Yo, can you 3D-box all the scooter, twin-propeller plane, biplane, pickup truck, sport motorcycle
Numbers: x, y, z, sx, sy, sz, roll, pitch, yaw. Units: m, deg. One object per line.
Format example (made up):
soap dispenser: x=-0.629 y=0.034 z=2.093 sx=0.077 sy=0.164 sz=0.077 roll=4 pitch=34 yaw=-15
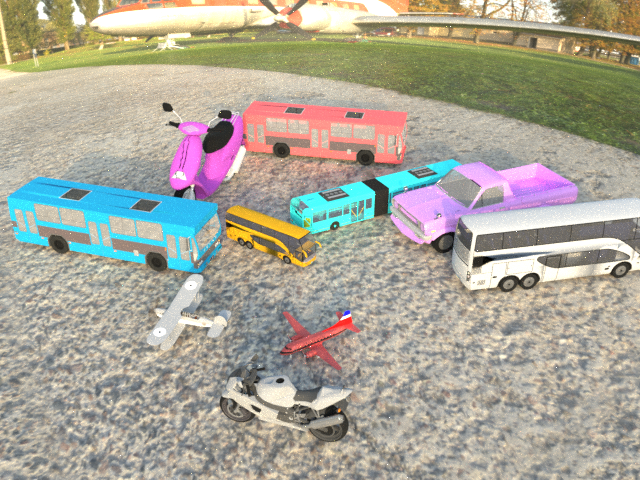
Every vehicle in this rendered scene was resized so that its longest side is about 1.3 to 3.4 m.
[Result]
scooter: x=-1.973 y=-1.611 z=12.382 sx=1.288 sy=1.786 sz=2.721 roll=10 pitch=32 yaw=16
twin-propeller plane: x=-0.037 y=1.214 z=8.969 sx=1.095 sy=0.407 sz=1.370 roll=-18 pitch=35 yaw=-27
biplane: x=-1.723 y=1.035 z=9.175 sx=1.090 sy=0.504 sz=1.336 roll=9 pitch=32 yaw=15
pickup truck: x=2.742 y=-0.711 z=11.642 sx=3.117 sy=0.993 sz=1.244 roll=-13 pitch=33 yaw=-20
sport motorcycle: x=-0.395 y=1.769 z=7.626 sx=1.520 sy=0.821 sz=0.506 roll=8 pitch=32 yaw=13

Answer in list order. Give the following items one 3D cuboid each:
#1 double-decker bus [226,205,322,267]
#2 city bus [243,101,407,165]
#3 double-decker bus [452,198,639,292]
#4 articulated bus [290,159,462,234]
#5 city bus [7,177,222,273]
double-decker bus: x=-0.766 y=-0.060 z=10.987 sx=1.672 sy=0.541 sz=0.389 roll=20 pitch=36 yaw=30
city bus: x=0.100 y=-2.147 z=14.161 sx=3.255 sy=0.894 sz=0.926 roll=6 pitch=31 yaw=10
double-decker bus: x=3.575 y=0.046 z=10.306 sx=3.251 sy=1.052 sz=0.756 roll=-6 pitch=31 yaw=-10
articulated bus: x=1.105 y=-0.774 z=12.171 sx=3.401 sy=0.561 sz=0.605 roll=-15 pitch=34 yaw=-24
city bus: x=-3.195 y=-0.229 z=10.926 sx=3.255 sy=0.894 sz=0.926 roll=9 pitch=32 yaw=15
